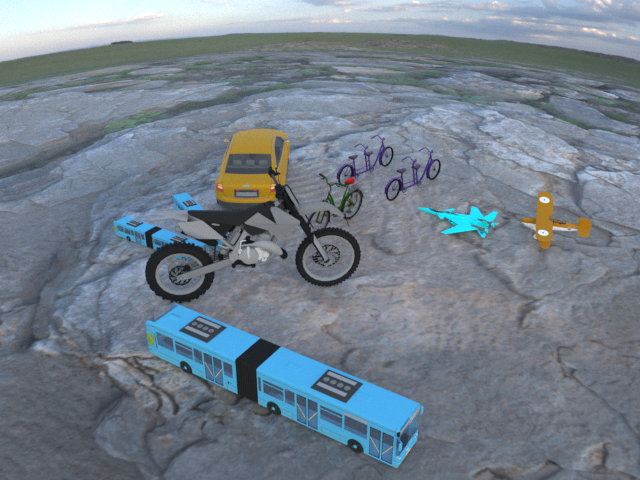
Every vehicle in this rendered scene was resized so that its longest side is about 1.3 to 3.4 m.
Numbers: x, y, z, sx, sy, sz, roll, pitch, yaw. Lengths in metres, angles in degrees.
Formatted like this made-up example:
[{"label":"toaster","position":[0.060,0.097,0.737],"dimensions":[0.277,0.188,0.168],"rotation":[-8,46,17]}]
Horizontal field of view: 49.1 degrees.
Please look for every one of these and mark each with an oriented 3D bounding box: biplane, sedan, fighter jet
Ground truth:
[{"label":"biplane","position":[3.630,-0.230,10.863],"dimensions":[1.090,0.504,1.336],"rotation":[8,30,14]},{"label":"sedan","position":[-1.169,-1.472,12.648],"dimensions":[1.235,0.940,3.137],"rotation":[0,29,1]},{"label":"fighter jet","position":[2.189,-0.425,11.437],"dimensions":[1.358,0.286,1.147],"rotation":[19,34,31]}]

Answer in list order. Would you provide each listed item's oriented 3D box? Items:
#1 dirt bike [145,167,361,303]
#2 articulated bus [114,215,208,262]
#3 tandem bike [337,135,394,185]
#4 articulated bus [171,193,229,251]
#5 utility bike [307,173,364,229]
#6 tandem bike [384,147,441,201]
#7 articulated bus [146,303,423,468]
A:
[{"label":"dirt bike","position":[-0.869,0.002,9.251],"dimensions":[2.903,1.666,1.024],"rotation":[-5,30,-9]},{"label":"articulated bus","position":[-2.450,-0.007,10.684],"dimensions":[1.749,0.289,0.311],"rotation":[18,34,29]},{"label":"tandem bike","position":[0.859,-1.499,12.961],"dimensions":[0.283,0.682,1.642],"rotation":[24,37,36]},{"label":"articulated bus","position":[-1.921,-0.315,11.237],"dimensions":[0.311,0.289,1.749],"rotation":[-17,33,-27]},{"label":"utility bike","position":[0.306,-0.604,11.081],"dimensions":[0.535,0.946,1.435],"rotation":[23,36,35]},{"label":"tandem bike","position":[1.671,-1.200,12.423],"dimensions":[0.283,0.682,1.642],"rotation":[25,38,37]},{"label":"articulated bus","position":[-0.510,1.506,7.685],"dimensions":[3.401,0.561,0.605],"rotation":[17,33,28]}]
